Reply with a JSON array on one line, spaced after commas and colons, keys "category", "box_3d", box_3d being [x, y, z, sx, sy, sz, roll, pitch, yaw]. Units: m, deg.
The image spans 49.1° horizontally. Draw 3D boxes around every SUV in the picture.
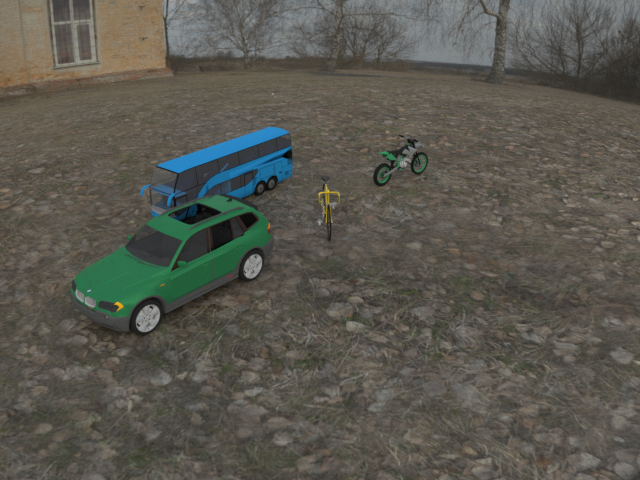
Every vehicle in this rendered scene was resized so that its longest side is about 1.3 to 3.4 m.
[{"category": "SUV", "box_3d": [-2.016, 0.223, 9.905, 1.276, 1.128, 3.058, 21, 33, 36]}]

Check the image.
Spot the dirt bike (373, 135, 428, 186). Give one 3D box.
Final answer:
[{"category": "dirt bike", "box_3d": [1.627, -1.601, 13.951, 1.493, 0.857, 0.527, -19, 32, -34]}]

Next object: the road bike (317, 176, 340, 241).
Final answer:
[{"category": "road bike", "box_3d": [0.114, -0.605, 11.917, 0.358, 0.852, 1.545, -2, 26, -4]}]

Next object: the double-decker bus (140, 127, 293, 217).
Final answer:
[{"category": "double-decker bus", "box_3d": [-1.774, -1.205, 12.918, 0.756, 1.052, 3.251, 19, 32, 34]}]
